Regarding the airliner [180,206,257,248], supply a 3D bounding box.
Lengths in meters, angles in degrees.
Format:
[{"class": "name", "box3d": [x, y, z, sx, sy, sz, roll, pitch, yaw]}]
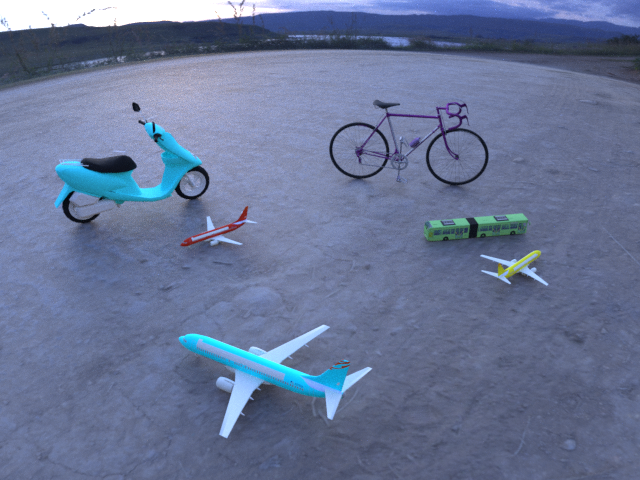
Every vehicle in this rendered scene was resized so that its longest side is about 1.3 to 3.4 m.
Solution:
[{"class": "airliner", "box3d": [-1.718, -0.206, 11.549, 1.307, 0.429, 1.161, -20, 35, -30]}]

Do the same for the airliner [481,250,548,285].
[{"class": "airliner", "box3d": [3.035, 0.315, 10.654, 1.307, 0.429, 1.161, -26, 39, -37]}]

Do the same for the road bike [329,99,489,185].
[{"class": "road bike", "box3d": [1.660, -1.842, 13.142, 3.004, 1.656, 0.697, 5, 31, 8]}]

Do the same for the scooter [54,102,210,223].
[{"class": "scooter", "box3d": [-3.246, -1.297, 12.076, 2.721, 1.786, 1.288, -15, 33, -24]}]

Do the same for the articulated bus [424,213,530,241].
[{"class": "articulated bus", "box3d": [2.617, -0.212, 11.699, 1.749, 0.289, 0.311, -5, 31, -8]}]

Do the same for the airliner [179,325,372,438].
[{"class": "airliner", "box3d": [-0.726, 1.390, 8.402, 2.541, 0.835, 2.257, 16, 34, 26]}]
